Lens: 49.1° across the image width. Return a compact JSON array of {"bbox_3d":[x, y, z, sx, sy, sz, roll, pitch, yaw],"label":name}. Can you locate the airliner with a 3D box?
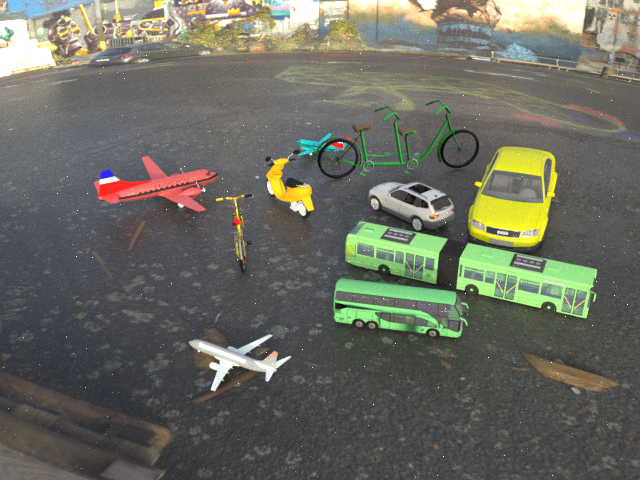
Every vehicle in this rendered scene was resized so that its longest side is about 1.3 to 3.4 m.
[{"bbox_3d":[-1.013,1.281,8.109,1.307,0.429,1.161,15,32,26],"label":"airliner"}]

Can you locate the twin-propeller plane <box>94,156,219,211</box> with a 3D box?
[{"bbox_3d":[-2.708,-1.006,11.898,2.129,0.792,2.663,-17,33,-28],"label":"twin-propeller plane"}]

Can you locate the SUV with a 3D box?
[{"bbox_3d":[1.481,-0.652,11.474,0.656,0.580,1.572,-22,36,-34],"label":"SUV"}]

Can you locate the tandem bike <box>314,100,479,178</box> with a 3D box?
[{"bbox_3d":[1.447,-1.833,12.850,3.192,1.326,0.550,-6,29,-10],"label":"tandem bike"}]

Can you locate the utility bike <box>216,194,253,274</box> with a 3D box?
[{"bbox_3d":[-1.219,-0.148,10.177,0.535,0.946,1.435,-3,29,-6],"label":"utility bike"}]

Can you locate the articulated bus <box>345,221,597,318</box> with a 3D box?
[{"bbox_3d":[2.005,0.370,9.631,3.401,0.561,0.605,12,31,21],"label":"articulated bus"}]

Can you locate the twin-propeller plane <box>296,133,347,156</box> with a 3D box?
[{"bbox_3d":[-0.013,-1.929,13.980,1.095,0.407,1.370,14,32,24],"label":"twin-propeller plane"}]

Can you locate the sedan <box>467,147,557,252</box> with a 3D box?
[{"bbox_3d":[3.193,-0.828,11.421,1.235,0.940,3.137,10,30,18],"label":"sedan"}]

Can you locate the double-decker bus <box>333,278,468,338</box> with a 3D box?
[{"bbox_3d":[1.003,0.857,8.765,1.672,0.541,0.389,6,29,11],"label":"double-decker bus"}]

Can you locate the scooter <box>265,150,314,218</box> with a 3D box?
[{"bbox_3d":[-0.531,-0.969,11.699,0.662,0.919,1.399,-18,34,-29],"label":"scooter"}]
